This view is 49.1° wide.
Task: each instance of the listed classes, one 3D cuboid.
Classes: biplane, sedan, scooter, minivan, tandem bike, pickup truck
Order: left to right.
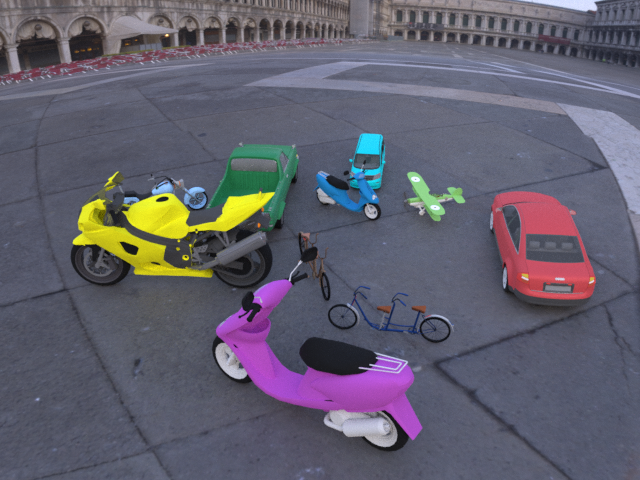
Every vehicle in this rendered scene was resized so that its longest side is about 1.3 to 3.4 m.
[{"bbox_3d":[-1.126,-1.042,12.263,1.244,0.993,3.117,3,29,5],"label":"pickup truck"},{"bbox_3d":[-0.141,1.174,7.480,2.721,1.786,1.288,18,34,29],"label":"scooter"},{"bbox_3d":[-0.097,0.246,10.274,0.283,0.682,1.642,-8,30,-14],"label":"tandem bike"},{"bbox_3d":[0.466,-0.901,12.085,1.399,0.919,0.662,20,35,31],"label":"scooter"},{"bbox_3d":[0.933,-1.519,13.504,0.681,0.616,1.548,4,29,7],"label":"minivan"},{"bbox_3d":[0.901,0.959,8.997,1.642,0.682,0.283,7,30,12],"label":"tandem bike"},{"bbox_3d":[1.975,-0.710,12.168,1.090,0.504,1.336,-8,30,-14],"label":"biplane"},{"bbox_3d":[3.309,-0.088,10.608,1.235,0.940,3.137,3,29,5],"label":"sedan"}]

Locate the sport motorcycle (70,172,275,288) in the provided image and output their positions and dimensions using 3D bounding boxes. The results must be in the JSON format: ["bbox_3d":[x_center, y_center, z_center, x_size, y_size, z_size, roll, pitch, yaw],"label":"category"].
[{"bbox_3d":[-2.091,-0.040,9.848,2.955,1.596,0.983,0,29,1],"label":"sport motorcycle"}]

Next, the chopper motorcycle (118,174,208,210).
[{"bbox_3d":[-2.718,-0.778,12.028,1.563,0.761,0.466,-11,31,-19],"label":"chopper motorcycle"}]
